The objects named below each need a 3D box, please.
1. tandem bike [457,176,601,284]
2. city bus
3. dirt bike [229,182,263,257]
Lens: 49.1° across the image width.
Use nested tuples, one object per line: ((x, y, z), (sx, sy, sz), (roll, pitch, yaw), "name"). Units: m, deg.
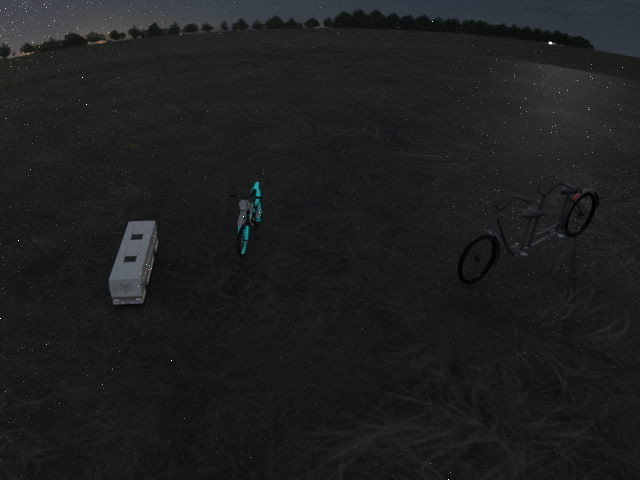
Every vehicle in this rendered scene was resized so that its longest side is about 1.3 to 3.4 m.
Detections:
((3.220, -0.308, 10.423), (3.192, 1.326, 0.550), (-20, 35, -31), "tandem bike")
((-2.690, 0.314, 10.211), (0.476, 0.460, 1.674), (-2, 30, -4), "city bus")
((-1.105, -0.388, 11.031), (0.527, 0.857, 1.493), (4, 30, 7), "dirt bike")
